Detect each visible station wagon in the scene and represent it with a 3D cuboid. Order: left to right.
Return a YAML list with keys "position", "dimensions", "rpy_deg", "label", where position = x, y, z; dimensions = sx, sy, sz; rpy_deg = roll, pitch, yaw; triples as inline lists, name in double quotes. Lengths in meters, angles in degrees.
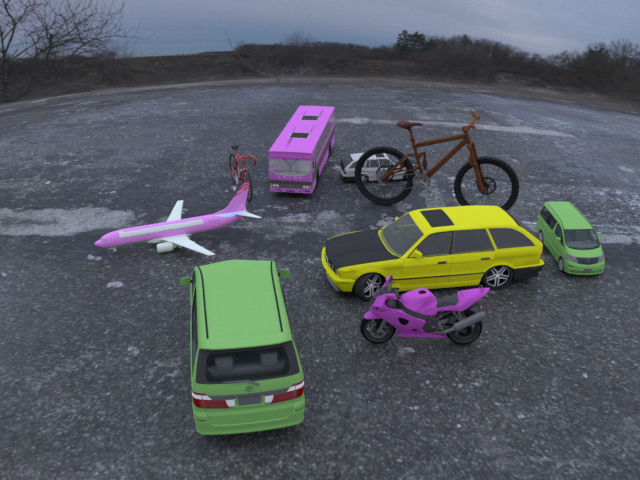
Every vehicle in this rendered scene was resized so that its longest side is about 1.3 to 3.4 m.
- position: [1.191, -1.454, 13.758]
  dimensions: [1.597, 0.473, 0.682]
  rpy_deg: [-4, 26, -8]
  label: "station wagon"
- position: [1.569, 0.096, 10.001]
  dimensions: [3.105, 0.920, 1.327]
  rpy_deg: [-4, 26, -9]
  label: "station wagon"

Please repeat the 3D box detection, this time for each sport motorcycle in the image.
- position: [1.249, 0.894, 8.448]
  dimensions: [1.520, 0.821, 0.506]
  rpy_deg: [0, 26, 0]
  label: "sport motorcycle"

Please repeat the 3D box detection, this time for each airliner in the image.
- position: [-2.271, -0.353, 11.037]
  dimensions: [2.541, 0.835, 2.257]
  rpy_deg: [-10, 27, -20]
  label: "airliner"

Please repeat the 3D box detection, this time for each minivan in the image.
- position: [-0.916, 0.904, 7.992]
  dimensions: [1.324, 1.197, 3.011]
  rpy_deg: [-4, 26, -9]
  label: "minivan"
- position: [3.802, -0.040, 10.638]
  dimensions: [0.681, 0.616, 1.548]
  rpy_deg: [-1, 26, -2]
  label: "minivan"

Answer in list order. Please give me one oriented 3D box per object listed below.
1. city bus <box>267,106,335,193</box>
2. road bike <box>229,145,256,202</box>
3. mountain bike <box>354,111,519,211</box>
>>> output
- position: [-0.300, -1.853, 14.104]
  dimensions: [0.926, 0.894, 3.255]
  rpy_deg: [4, 26, 8]
  label: "city bus"
- position: [-1.482, -1.286, 12.968]
  dimensions: [0.358, 0.852, 1.545]
  rpy_deg: [-9, 27, -19]
  label: "road bike"
- position: [1.974, -1.279, 11.984]
  dimensions: [2.857, 1.688, 1.114]
  rpy_deg: [8, 27, 16]
  label: "mountain bike"
